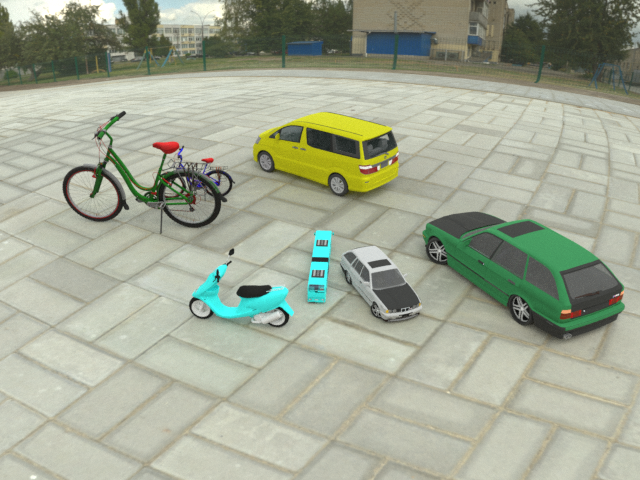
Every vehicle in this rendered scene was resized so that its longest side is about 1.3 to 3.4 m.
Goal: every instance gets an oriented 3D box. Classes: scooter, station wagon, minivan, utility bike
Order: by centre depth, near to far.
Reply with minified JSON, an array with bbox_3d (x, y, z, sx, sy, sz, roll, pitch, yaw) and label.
[{"bbox_3d":[-1.026,0.665,8.914,1.399,0.919,0.662,5,27,10],"label":"scooter"},{"bbox_3d":[0.825,0.542,9.646,0.682,0.473,1.597,-10,29,-18],"label":"station wagon"},{"bbox_3d":[2.704,0.218,9.789,1.327,0.920,3.105,-13,30,-25],"label":"station wagon"},{"bbox_3d":[-2.890,-1.008,11.180,2.791,1.839,1.039,3,27,7],"label":"utility bike"},{"bbox_3d":[-2.233,-1.148,12.436,1.435,0.946,0.535,-3,27,-5],"label":"utility bike"},{"bbox_3d":[0.033,-1.782,13.403,3.011,1.197,1.324,21,34,35],"label":"minivan"}]

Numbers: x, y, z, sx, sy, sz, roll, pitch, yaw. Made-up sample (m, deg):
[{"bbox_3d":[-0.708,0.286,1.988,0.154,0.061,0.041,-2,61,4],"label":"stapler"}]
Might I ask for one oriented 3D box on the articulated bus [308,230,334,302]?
[{"bbox_3d":[0.008,0.353,10.219,0.311,0.289,1.749,2,27,3],"label":"articulated bus"}]
